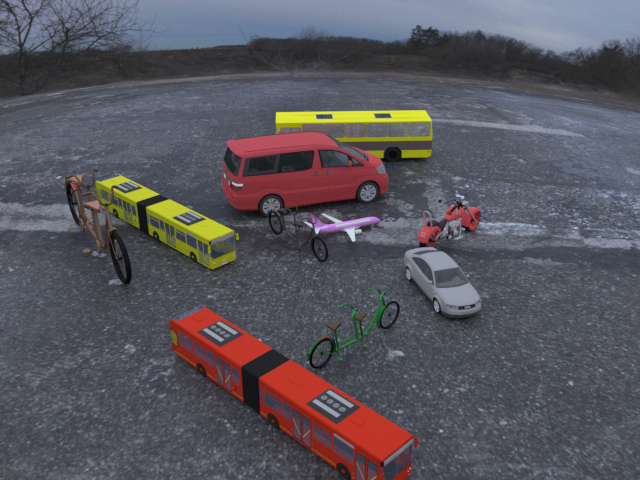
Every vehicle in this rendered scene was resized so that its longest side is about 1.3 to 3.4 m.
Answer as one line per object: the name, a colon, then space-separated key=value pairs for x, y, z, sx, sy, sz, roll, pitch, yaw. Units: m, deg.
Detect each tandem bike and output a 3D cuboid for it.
tandem bike: x=-3.506 y=-0.430 z=10.804 sx=0.550 sy=1.326 sz=3.192 roll=-16 pitch=31 yaw=-29
tandem bike: x=-0.376 y=-0.201 z=11.067 sx=0.283 sy=0.682 sz=1.642 roll=-19 pitch=32 yaw=-33
tandem bike: x=0.443 y=1.037 z=8.597 sx=1.642 sy=0.682 sz=0.283 roll=-23 pitch=35 yaw=-38

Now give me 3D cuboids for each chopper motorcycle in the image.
chopper motorcycle: x=2.110 y=-0.318 z=11.210 sx=0.466 sy=0.761 sz=1.563 roll=24 pitch=35 yaw=39

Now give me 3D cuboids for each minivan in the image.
minivan: x=-0.233 y=-1.286 z=12.656 sx=3.011 sy=1.197 sz=1.324 roll=-9 pitch=28 yaw=-17

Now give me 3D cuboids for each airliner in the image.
airliner: x=0.426 y=-0.327 z=11.600 sx=1.307 sy=0.429 sz=1.161 roll=-12 pitch=29 yaw=-22

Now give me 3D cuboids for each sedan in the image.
sedan: x=1.705 y=0.527 z=9.836 sx=0.635 sy=0.483 sz=1.613 roll=-8 pitch=28 yaw=-15

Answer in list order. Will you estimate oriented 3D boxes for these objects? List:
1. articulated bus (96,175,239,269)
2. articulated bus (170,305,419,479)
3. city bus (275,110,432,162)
articulated bus: x=-2.612 y=-0.362 z=11.522 sx=3.401 sy=0.561 sz=0.605 roll=24 pitch=35 yaw=39
articulated bus: x=-0.447 y=1.618 z=7.572 sx=3.401 sy=0.561 sz=0.605 roll=24 pitch=35 yaw=39
city bus: x=0.683 y=-2.181 z=14.778 sx=3.255 sy=0.894 sz=0.926 roll=-1 pitch=27 yaw=-2
